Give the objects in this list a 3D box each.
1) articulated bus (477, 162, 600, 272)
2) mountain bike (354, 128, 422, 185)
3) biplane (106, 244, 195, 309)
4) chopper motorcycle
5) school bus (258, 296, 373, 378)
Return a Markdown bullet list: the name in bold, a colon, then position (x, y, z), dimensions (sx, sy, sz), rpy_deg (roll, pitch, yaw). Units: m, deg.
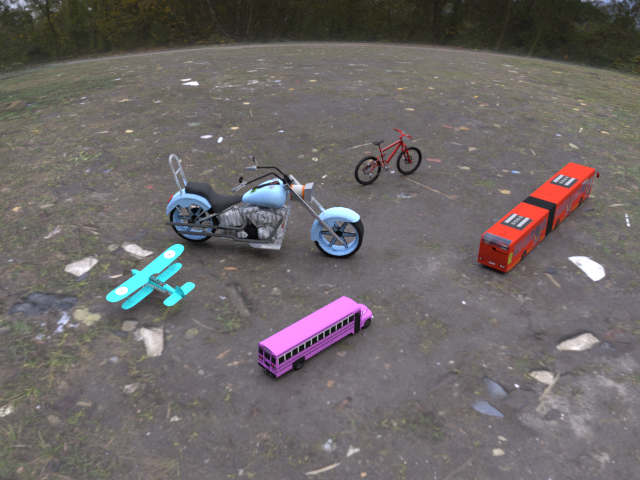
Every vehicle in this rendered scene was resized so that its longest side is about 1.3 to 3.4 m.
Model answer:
- **articulated bus**: position (3.580, -0.443, 11.305), dimensions (0.605, 0.561, 3.401), rpy_deg (22, 37, 33)
- **mountain bike**: position (1.270, -1.502, 12.812), dimensions (1.469, 0.868, 0.573), rpy_deg (-16, 34, -25)
- **biplane**: position (-2.240, 0.610, 9.560), dimensions (1.090, 0.504, 1.336), rpy_deg (20, 36, 31)
- **chopper motorcycle**: position (-0.850, -0.503, 10.498), dimensions (3.040, 1.480, 0.906), rpy_deg (5, 31, 8)
- **school bus**: position (-0.008, 1.144, 8.716), dimensions (1.708, 0.434, 0.365), rpy_deg (-25, 39, -36)
